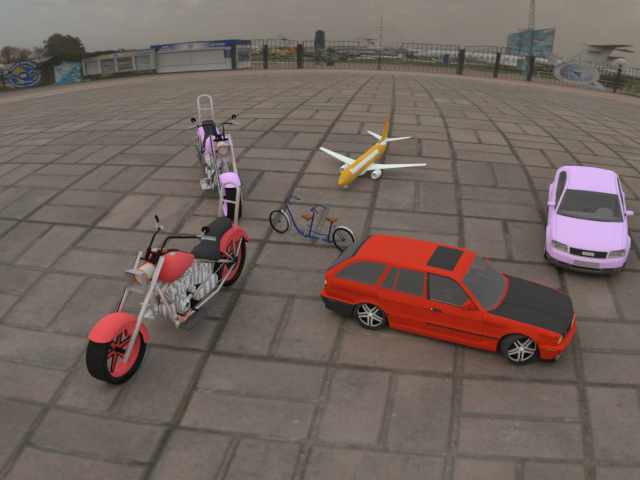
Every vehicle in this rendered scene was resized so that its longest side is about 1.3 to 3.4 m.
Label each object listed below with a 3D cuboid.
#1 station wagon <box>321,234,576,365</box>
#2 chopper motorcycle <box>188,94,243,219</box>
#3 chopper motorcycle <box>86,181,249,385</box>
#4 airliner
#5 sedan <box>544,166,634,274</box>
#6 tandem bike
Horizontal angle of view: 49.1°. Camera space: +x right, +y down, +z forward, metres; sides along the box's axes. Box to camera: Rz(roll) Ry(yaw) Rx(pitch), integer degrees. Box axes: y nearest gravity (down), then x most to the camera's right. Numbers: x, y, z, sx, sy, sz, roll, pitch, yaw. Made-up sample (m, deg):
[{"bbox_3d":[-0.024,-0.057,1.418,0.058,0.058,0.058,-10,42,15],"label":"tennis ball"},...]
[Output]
[{"bbox_3d":[1.603,0.632,8.764,3.105,0.920,1.327,11,28,21],"label":"station wagon"},{"bbox_3d":[-1.826,-1.534,12.503,0.906,1.480,3.040,-8,27,-15],"label":"chopper motorcycle"},{"bbox_3d":[-1.771,0.424,8.554,0.906,1.480,3.040,12,29,22],"label":"chopper motorcycle"},{"bbox_3d":[0.901,-1.723,13.611,2.257,0.835,2.541,12,29,23],"label":"airliner"},{"bbox_3d":[4.203,-0.488,11.000,1.235,0.940,3.137,8,28,16],"label":"sedan"},{"bbox_3d":[-0.133,-0.266,10.843,1.642,0.682,0.283,16,31,29],"label":"tandem bike"}]
